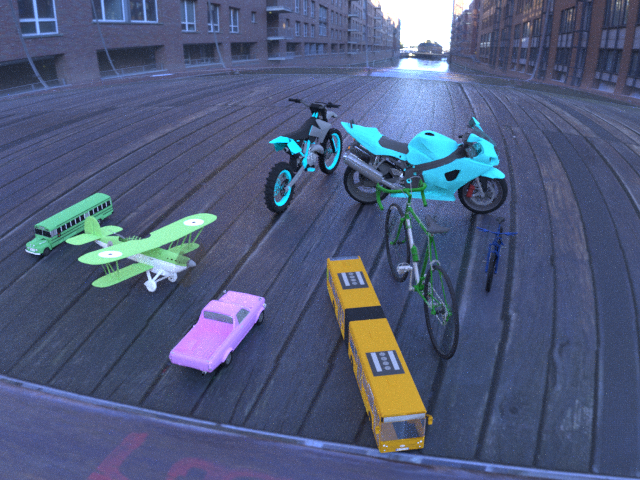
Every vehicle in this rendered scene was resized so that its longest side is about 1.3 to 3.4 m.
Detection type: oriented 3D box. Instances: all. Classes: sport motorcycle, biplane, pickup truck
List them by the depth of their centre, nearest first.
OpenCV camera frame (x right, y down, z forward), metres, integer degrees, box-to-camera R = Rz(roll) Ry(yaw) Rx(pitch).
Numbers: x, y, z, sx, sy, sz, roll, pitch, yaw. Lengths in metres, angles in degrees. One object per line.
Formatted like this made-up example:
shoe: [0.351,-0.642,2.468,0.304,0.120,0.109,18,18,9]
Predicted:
pickup truck: [-1.256,1.094,8.853,0.640,0.511,1.603,10,29,18]
biplane: [-2.628,0.122,10.206,2.120,0.981,2.598,15,31,26]
sport motorcycle: [1.809,-1.289,12.241,2.955,1.596,0.983,6,28,11]

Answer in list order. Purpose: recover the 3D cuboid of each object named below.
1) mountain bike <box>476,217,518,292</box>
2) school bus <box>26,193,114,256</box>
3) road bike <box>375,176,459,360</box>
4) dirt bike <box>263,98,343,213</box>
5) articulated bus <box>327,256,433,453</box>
mountain bike: [2.586,0.128,10.316,0.573,0.868,1.469,9,29,17]
school bus: [-4.123,-0.266,11.538,0.365,0.434,1.708,13,30,23]
road bike: [1.296,0.240,9.251,0.696,1.656,3.004,-5,28,-10]
dirt bike: [-0.255,-1.671,12.895,1.024,1.666,2.903,13,30,24]
articulated bus: [0.587,1.215,8.567,0.605,0.561,3.401,-4,28,-8]
